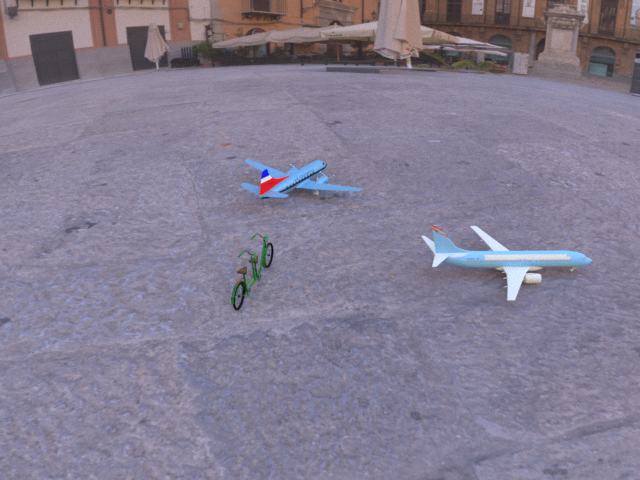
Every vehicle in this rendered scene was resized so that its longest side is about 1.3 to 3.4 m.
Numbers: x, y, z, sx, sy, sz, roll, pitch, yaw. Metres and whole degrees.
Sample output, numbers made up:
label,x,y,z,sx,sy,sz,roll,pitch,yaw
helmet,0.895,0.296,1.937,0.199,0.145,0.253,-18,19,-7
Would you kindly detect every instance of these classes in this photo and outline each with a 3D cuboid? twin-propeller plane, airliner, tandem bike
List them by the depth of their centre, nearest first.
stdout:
label,x,y,z,sx,sy,sz,roll,pitch,yaw
tandem bike,-0.965,0.391,10.134,0.283,0.682,1.642,8,29,14
airliner,2.853,0.128,10.467,2.541,0.835,2.257,-1,28,-2
twin-propeller plane,-0.472,-1.221,13.070,2.663,0.792,2.129,17,32,29
